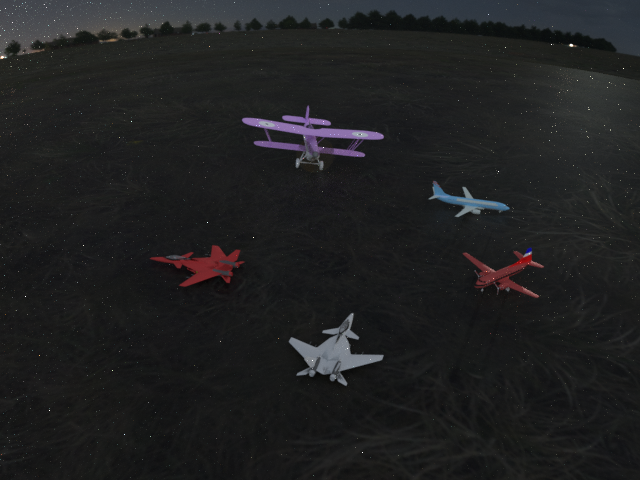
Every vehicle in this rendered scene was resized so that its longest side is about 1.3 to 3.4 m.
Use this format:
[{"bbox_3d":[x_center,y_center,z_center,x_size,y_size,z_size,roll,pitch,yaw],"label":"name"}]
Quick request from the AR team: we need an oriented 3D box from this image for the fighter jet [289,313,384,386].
[{"bbox_3d":[0.216,1.175,8.352,1.147,0.286,1.358,9,30,15],"label":"fighter jet"}]

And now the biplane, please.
[{"bbox_3d":[-0.141,-1.951,13.233,2.598,0.981,2.120,-3,29,-5],"label":"biplane"}]

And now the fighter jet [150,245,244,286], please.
[{"bbox_3d":[-1.814,0.279,9.954,1.358,0.286,1.147,8,30,14],"label":"fighter jet"}]

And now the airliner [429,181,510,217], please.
[{"bbox_3d":[2.479,-0.707,11.572,1.307,0.429,1.161,8,30,14],"label":"airliner"}]

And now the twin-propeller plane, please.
[{"bbox_3d":[2.527,0.413,9.592,1.095,0.407,1.370,-18,34,-29],"label":"twin-propeller plane"}]
